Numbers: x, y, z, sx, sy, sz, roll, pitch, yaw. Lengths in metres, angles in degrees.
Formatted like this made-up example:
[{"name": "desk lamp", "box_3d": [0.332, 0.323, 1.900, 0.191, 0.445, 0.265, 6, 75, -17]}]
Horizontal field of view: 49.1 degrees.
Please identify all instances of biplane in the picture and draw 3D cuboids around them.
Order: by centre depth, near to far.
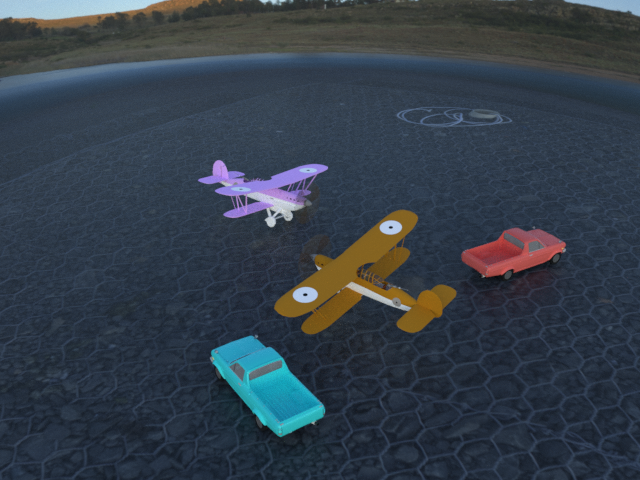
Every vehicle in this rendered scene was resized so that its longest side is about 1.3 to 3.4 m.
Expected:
[{"name": "biplane", "box_3d": [0.637, 0.590, 8.929, 2.120, 0.981, 2.598, 23, 36, 36]}, {"name": "biplane", "box_3d": [-0.969, -0.835, 11.596, 2.120, 0.981, 2.598, 19, 33, 31]}]

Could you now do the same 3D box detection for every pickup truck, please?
[{"name": "pickup truck", "box_3d": [-0.610, 1.531, 7.666, 0.640, 0.511, 1.603, -18, 33, -29]}, {"name": "pickup truck", "box_3d": [2.852, 0.149, 10.252, 1.603, 0.511, 0.640, -15, 32, -26]}]
